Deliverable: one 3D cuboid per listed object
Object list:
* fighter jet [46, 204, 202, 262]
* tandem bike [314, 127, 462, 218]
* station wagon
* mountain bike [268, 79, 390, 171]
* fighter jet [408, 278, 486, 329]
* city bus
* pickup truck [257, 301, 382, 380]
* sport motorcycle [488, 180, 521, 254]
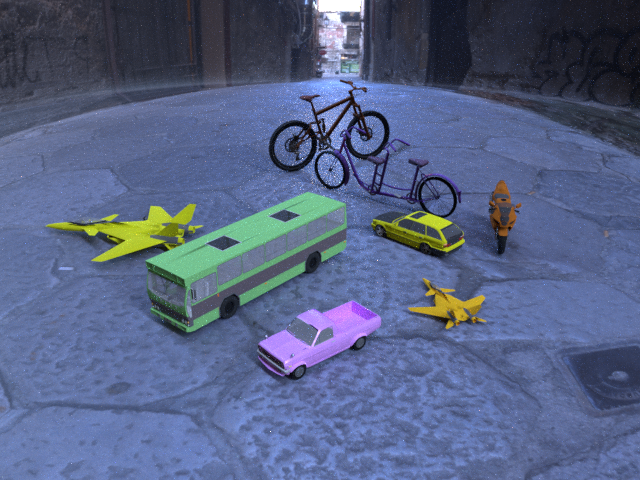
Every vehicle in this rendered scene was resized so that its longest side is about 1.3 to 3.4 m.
[{"bbox_3d":[-3.382,-0.284,11.612,2.640,0.557,2.229,5,26,10],"label":"fighter jet"},{"bbox_3d":[1.159,-1.289,12.841,3.192,1.326,0.550,18,31,33],"label":"tandem bike"},{"bbox_3d":[1.584,-0.204,11.540,1.597,0.473,0.682,22,33,39],"label":"station wagon"},{"bbox_3d":[0.244,-2.381,14.733,2.857,1.688,1.114,-12,28,-23],"label":"mountain bike"},{"bbox_3d":[1.721,0.759,9.717,1.147,0.286,1.358,-8,26,-16],"label":"fighter jet"},{"bbox_3d":[-0.927,0.249,10.087,0.926,0.894,3.255,20,32,36],"label":"city bus"},{"bbox_3d":[0.009,1.150,8.625,1.603,0.511,0.640,-19,31,-35],"label":"pickup truck"},{"bbox_3d":[2.989,-0.392,11.532,0.506,0.821,1.520,5,26,10],"label":"sport motorcycle"}]
